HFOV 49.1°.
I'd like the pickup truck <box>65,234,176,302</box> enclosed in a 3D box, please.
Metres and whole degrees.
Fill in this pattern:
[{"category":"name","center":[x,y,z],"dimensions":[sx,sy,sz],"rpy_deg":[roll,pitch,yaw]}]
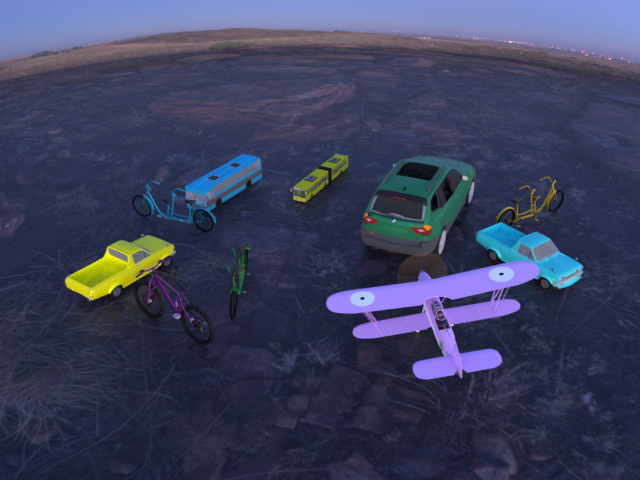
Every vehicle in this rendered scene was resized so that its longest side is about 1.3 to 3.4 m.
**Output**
[{"category":"pickup truck","center":[-2.824,0.340,10.011],"dimensions":[0.640,0.511,1.603],"rpy_deg":[19,35,30]}]

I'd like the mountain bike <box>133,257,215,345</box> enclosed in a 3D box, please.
[{"category":"mountain bike","center":[-1.885,0.784,8.876],"dimensions":[1.469,0.868,0.573],"rpy_deg":[21,36,32]}]

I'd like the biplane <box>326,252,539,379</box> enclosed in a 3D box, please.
[{"category":"biplane","center":[1.399,0.967,8.445],"dimensions":[2.598,0.981,2.120],"rpy_deg":[-2,30,-4]}]

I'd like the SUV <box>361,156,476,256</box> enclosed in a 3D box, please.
[{"category":"SUV","center":[1.660,-0.767,11.321],"dimensions":[1.276,1.128,3.058],"rpy_deg":[12,32,21]}]

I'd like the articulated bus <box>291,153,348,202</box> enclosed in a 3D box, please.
[{"category":"articulated bus","center":[0.030,-1.160,12.849],"dimensions":[0.311,0.289,1.749],"rpy_deg":[15,33,24]}]

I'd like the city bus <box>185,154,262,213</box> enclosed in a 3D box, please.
[{"category":"city bus","center":[-1.678,-1.003,12.404],"dimensions":[0.476,0.460,1.674],"rpy_deg":[16,34,26]}]

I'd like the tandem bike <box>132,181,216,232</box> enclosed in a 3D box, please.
[{"category":"tandem bike","center":[-2.410,-0.557,11.402],"dimensions":[1.642,0.682,0.283],"rpy_deg":[13,32,21]}]

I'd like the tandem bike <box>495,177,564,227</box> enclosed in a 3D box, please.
[{"category":"tandem bike","center":[3.475,-0.608,11.491],"dimensions":[1.642,0.682,0.283],"rpy_deg":[-19,35,-29]}]

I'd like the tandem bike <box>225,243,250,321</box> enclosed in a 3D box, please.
[{"category":"tandem bike","center":[-1.115,0.439,9.666],"dimensions":[0.283,0.682,1.642],"rpy_deg":[1,30,2]}]

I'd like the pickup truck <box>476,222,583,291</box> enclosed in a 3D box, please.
[{"category":"pickup truck","center":[3.061,0.166,10.313],"dimensions":[0.640,0.511,1.603],"rpy_deg":[-20,35,-31]}]
